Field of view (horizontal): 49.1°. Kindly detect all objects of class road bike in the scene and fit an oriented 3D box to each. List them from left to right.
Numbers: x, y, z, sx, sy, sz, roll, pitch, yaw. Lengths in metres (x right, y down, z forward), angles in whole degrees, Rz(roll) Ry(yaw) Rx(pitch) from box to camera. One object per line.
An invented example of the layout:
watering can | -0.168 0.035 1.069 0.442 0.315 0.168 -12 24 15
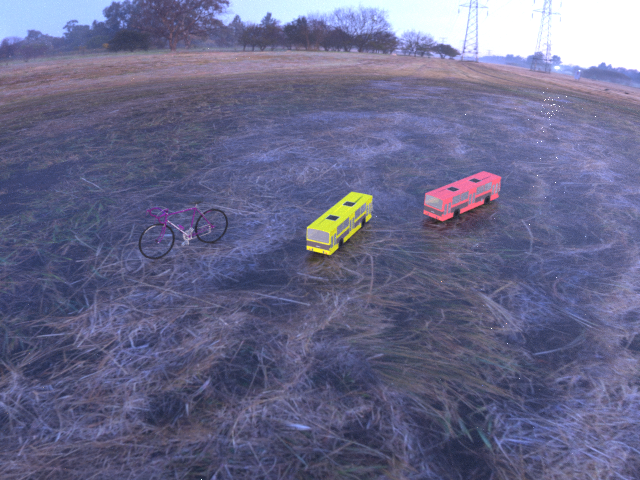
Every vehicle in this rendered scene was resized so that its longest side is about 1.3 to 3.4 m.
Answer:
road bike | -2.137 -0.215 11.018 1.545 0.852 0.358 -18 31 -32

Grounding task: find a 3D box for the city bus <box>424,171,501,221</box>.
city bus | 2.581 -0.782 12.611 1.674 0.460 0.476 -21 33 -36

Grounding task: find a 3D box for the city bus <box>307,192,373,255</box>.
city bus | 0.351 -0.277 11.586 0.476 0.460 1.674 13 29 24
